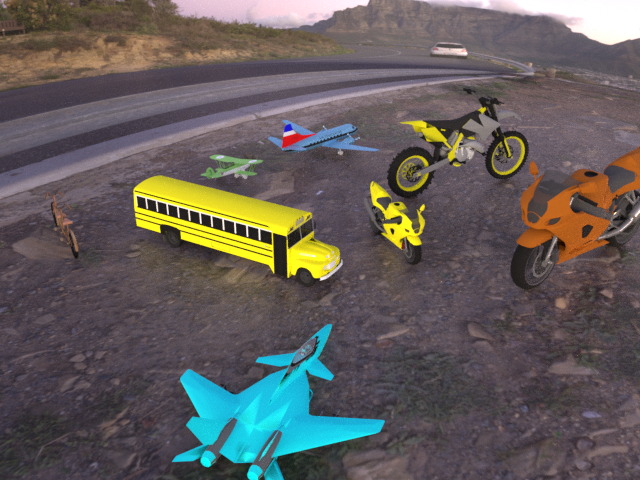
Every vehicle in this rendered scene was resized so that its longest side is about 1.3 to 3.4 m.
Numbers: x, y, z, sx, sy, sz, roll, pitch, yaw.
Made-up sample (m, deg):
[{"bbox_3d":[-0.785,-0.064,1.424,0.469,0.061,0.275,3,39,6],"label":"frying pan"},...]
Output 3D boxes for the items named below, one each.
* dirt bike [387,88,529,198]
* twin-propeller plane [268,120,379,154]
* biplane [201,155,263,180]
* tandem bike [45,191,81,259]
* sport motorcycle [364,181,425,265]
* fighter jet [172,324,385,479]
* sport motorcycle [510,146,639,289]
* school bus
[{"bbox_3d":[2.464,-1.677,12.126,2.903,1.666,1.024,-11,29,-21],"label":"dirt bike"},{"bbox_3d":[0.028,-2.114,13.946,2.129,0.792,2.663,-24,36,-39],"label":"twin-propeller plane"},{"bbox_3d":[-1.636,-1.283,12.632,1.336,0.504,1.090,22,34,36],"label":"biplane"},{"bbox_3d":[-3.850,-0.279,10.470,0.283,0.682,1.642,-15,31,-27],"label":"tandem bike"},{"bbox_3d":[1.098,-0.261,10.280,0.506,0.821,1.520,-11,29,-20],"label":"sport motorcycle"},{"bbox_3d":[-0.354,1.418,7.279,2.229,0.557,2.640,10,29,19],"label":"fighter jet"},{"bbox_3d":[3.669,-0.374,9.649,2.955,1.596,0.983,-19,33,-33],"label":"sport motorcycle"},{"bbox_3d":[-1.223,-0.185,10.106,3.322,0.844,0.709,15,31,27],"label":"school bus"}]
